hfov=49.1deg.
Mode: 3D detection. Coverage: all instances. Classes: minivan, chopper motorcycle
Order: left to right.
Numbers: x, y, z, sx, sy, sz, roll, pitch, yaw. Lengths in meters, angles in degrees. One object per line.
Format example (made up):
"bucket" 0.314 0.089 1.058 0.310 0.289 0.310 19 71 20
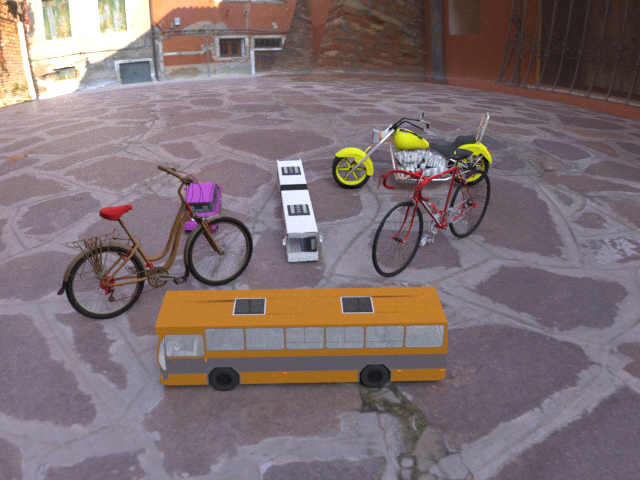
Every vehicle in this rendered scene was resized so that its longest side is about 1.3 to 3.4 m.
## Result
"minivan" -2.051 -0.673 12.191 0.681 0.616 1.548 -2 26 -4
"chopper motorcycle" 1.750 -1.695 13.292 3.040 1.480 0.906 0 26 0

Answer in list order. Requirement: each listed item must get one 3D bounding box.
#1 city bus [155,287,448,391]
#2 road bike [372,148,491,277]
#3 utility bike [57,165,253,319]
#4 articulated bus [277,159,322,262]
"city bus" -0.203 1.145 8.170 3.255 0.894 0.926 -1 26 -2
"road bike" 1.792 -0.516 10.690 0.696 1.656 3.004 23 35 39
"utility bike" -2.221 -0.023 9.478 2.791 1.839 1.039 -16 30 -29
"articulated bus" -0.434 -0.606 12.116 0.605 0.561 3.401 -3 26 -5
